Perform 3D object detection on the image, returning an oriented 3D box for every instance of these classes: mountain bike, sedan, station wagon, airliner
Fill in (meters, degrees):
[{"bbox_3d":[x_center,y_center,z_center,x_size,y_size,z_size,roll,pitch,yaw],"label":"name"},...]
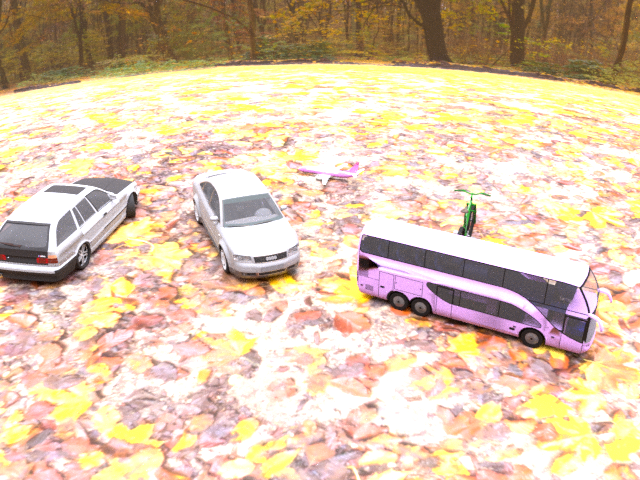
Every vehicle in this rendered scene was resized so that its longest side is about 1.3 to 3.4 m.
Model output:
[{"bbox_3d":[2.285,-0.253,10.919,0.573,0.868,1.469,10,29,19],"label":"mountain bike"},{"bbox_3d":[-1.239,-0.433,11.187,1.235,0.940,3.137,-10,29,-19],"label":"sedan"},{"bbox_3d":[-3.962,-0.420,11.183,1.327,0.920,3.105,5,28,9],"label":"station wagon"},{"bbox_3d":[0.172,-1.398,13.599,1.307,0.429,1.161,11,29,21],"label":"airliner"}]

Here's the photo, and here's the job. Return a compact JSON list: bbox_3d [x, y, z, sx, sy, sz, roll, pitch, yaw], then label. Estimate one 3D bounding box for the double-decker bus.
[{"bbox_3d":[2.046,0.566,9.141,3.251,1.052,0.756,14,31,25],"label":"double-decker bus"}]
